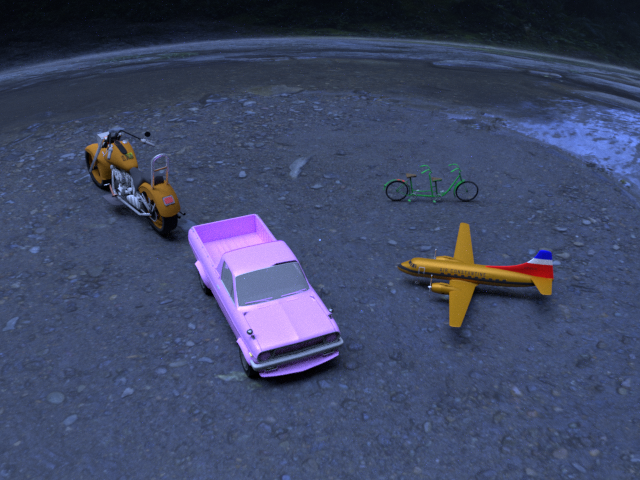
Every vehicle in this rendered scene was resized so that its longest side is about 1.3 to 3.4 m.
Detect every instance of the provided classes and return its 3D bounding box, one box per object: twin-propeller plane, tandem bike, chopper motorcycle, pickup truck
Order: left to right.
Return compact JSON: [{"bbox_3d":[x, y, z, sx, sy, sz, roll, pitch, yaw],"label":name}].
[{"bbox_3d":[-3.212,-1.176,11.613,0.906,1.480,3.040,-23,38,-33],"label":"chopper motorcycle"},{"bbox_3d":[-0.826,0.529,9.244,1.244,0.993,3.117,-13,33,-20],"label":"pickup truck"},{"bbox_3d":[1.919,-0.968,12.042,1.642,0.682,0.283,1,31,1],"label":"tandem bike"},{"bbox_3d":[2.137,0.377,9.693,2.129,0.792,2.663,7,32,11],"label":"twin-propeller plane"}]
